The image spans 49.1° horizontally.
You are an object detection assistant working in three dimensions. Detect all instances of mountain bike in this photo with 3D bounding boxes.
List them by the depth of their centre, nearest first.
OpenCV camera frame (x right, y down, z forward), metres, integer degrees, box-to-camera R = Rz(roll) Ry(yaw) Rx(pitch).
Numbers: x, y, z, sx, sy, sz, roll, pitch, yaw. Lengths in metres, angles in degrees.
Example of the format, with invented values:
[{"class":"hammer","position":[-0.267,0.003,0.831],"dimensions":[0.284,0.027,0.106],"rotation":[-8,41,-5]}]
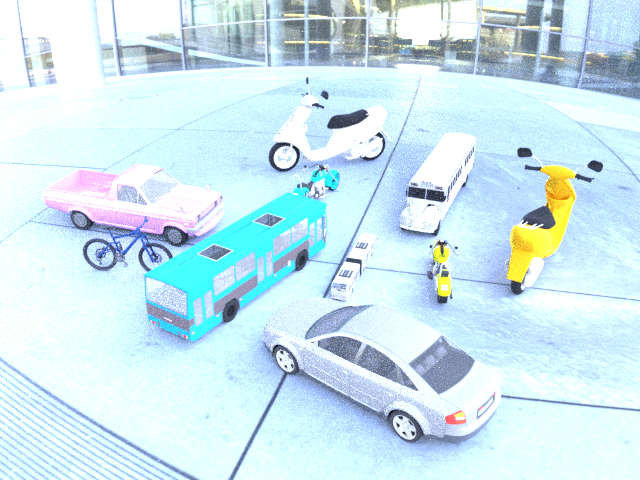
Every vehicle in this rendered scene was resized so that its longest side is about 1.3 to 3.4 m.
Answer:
[{"class":"mountain bike","position":[-2.979,0.125,10.780],"dimensions":[1.469,0.868,0.573],"rotation":[4,28,8]}]

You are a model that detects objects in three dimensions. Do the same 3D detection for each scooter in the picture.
[{"class":"scooter","position":[3.461,-0.379,10.753],"dimensions":[1.288,1.786,2.721],"rotation":[16,32,28]},{"class":"scooter","position":[0.225,-2.392,14.568],"dimensions":[2.721,1.786,1.288],"rotation":[-9,29,-17]}]

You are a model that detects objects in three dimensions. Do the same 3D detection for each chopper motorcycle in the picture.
[{"class":"chopper motorcycle","position":[1.825,0.326,10.516],"dimensions":[0.466,0.761,1.563],"rotation":[2,28,5]},{"class":"chopper motorcycle","position":[-0.062,-1.102,13.221],"dimensions":[0.466,0.761,1.563],"rotation":[16,32,27]}]

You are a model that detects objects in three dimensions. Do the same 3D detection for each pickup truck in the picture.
[{"class":"pickup truck","position":[-3.278,-0.751,12.309],"dimensions":[3.117,0.993,1.244],"rotation":[9,29,17]}]

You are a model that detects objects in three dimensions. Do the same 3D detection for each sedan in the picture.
[{"class":"sedan","position":[0.629,1.338,8.405],"dimensions":[3.137,0.940,1.235],"rotation":[22,35,35]}]

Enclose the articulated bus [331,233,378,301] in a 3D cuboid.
[{"class":"articulated bus","position":[0.544,0.389,10.901],"dimensions":[0.311,0.289,1.749],"rotation":[9,29,16]}]

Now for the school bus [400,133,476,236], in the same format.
[{"class":"school bus","position":[2.256,-1.110,13.148],"dimensions":[0.709,0.844,3.322],"rotation":[11,30,19]}]

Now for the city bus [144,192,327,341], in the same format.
[{"class":"city bus","position":[-1.105,0.323,10.378],"dimensions":[0.926,0.894,3.255],"rotation":[17,32,29]}]
